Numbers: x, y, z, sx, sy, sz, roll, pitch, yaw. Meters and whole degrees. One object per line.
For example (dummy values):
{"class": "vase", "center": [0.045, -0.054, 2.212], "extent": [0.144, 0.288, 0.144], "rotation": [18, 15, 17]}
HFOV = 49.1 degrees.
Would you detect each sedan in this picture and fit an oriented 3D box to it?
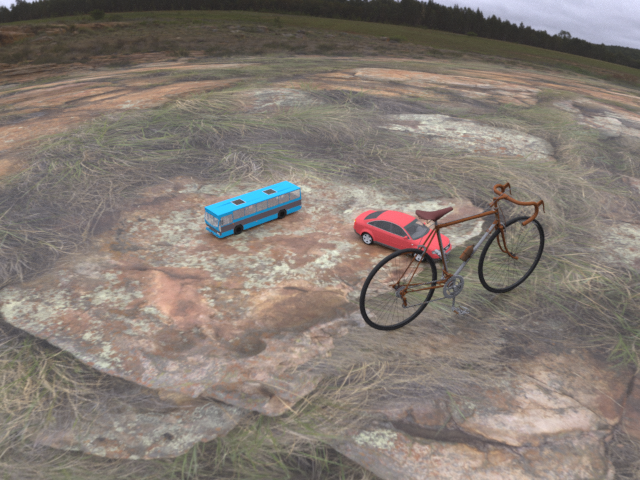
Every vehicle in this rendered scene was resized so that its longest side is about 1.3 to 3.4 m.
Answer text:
{"class": "sedan", "center": [1.274, -0.124, 10.854], "extent": [1.613, 0.483, 0.635], "rotation": [20, 34, 32]}

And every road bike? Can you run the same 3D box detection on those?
{"class": "road bike", "center": [1.800, 0.200, 9.014], "extent": [3.004, 1.656, 0.696], "rotation": [-15, 32, -25]}

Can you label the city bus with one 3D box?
{"class": "city bus", "center": [-1.085, -0.504, 11.584], "extent": [1.674, 0.460, 0.476], "rotation": [-22, 35, -34]}
